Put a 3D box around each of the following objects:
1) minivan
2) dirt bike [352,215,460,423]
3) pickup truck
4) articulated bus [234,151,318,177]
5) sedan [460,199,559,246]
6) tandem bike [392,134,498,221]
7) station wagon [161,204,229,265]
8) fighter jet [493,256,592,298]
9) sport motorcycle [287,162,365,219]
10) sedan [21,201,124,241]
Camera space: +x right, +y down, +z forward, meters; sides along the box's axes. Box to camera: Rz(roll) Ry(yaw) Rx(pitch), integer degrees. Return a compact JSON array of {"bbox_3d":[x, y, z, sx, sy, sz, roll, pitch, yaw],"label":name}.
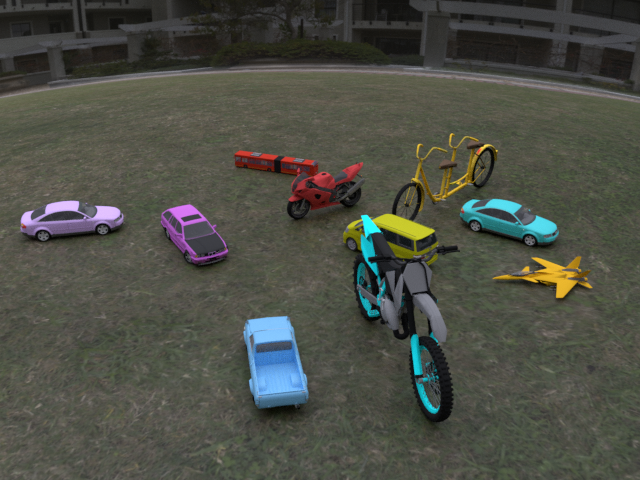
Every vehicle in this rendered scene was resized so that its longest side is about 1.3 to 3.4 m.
[{"bbox_3d":[1.055,-0.040,10.741,1.548,0.616,0.681,24,36,38],"label":"minivan"},{"bbox_3d":[0.919,0.711,8.140,1.024,1.666,2.903,-7,28,-14],"label":"dirt bike"},{"bbox_3d":[-0.535,1.357,8.149,0.640,0.511,1.603,-5,28,-9],"label":"pickup truck"},{"bbox_3d":[-0.890,-1.525,13.974,1.749,0.289,0.311,10,29,18],"label":"articulated bus"},{"bbox_3d":[3.101,-0.346,11.477,1.613,0.483,0.635,18,32,30],"label":"sedan"},{"bbox_3d":[2.274,-1.218,12.249,0.550,1.326,3.192,23,35,37],"label":"tandem bike"},{"bbox_3d":[-2.003,-0.128,11.067,0.682,0.473,1.597,-15,31,-27],"label":"station wagon"},{"bbox_3d":[3.175,0.471,10.110,1.358,0.286,1.147,-1,27,-2],"label":"fighter jet"},{"bbox_3d":[0.098,-0.862,12.110,1.520,0.821,0.506,-15,31,-27],"label":"sport motorcycle"},{"bbox_3d":[-4.075,-0.367,11.519,1.613,0.483,0.635,-7,28,-12],"label":"sedan"}]
